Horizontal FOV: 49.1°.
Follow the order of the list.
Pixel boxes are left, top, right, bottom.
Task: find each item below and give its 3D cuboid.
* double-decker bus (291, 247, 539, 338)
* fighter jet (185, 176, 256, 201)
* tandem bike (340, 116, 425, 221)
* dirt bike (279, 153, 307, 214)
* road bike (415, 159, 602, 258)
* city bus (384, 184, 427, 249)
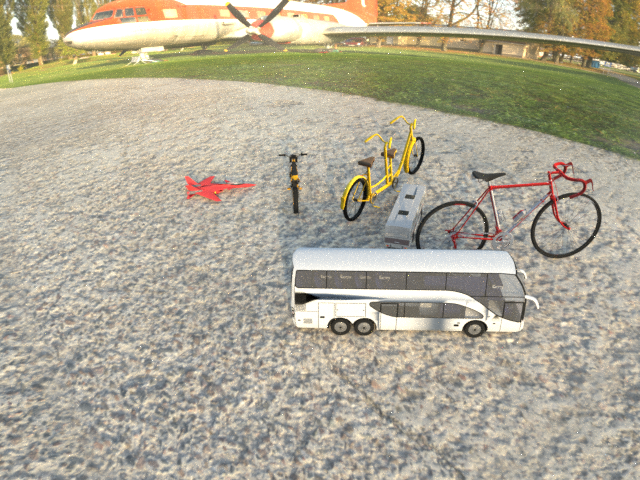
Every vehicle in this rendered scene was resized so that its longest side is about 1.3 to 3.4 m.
[{"bbox_3d":[1.229,0.686,9.439,3.251,1.052,0.756,1,29,2],"label":"double-decker bus"},{"bbox_3d":[-1.880,-1.060,13.309,1.358,0.286,1.147,-7,30,-12],"label":"fighter jet"},{"bbox_3d":[1.229,-1.406,12.866,0.550,1.326,3.192,18,34,28],"label":"tandem bike"},{"bbox_3d":[-0.480,-1.122,12.840,0.527,0.857,1.493,-2,30,-4],"label":"dirt bike"},{"bbox_3d":[2.930,-0.362,10.680,3.004,1.656,0.697,-4,30,-8],"label":"road bike"},{"bbox_3d":[1.472,-0.402,11.968,0.476,0.460,1.674,8,30,14],"label":"city bus"}]
